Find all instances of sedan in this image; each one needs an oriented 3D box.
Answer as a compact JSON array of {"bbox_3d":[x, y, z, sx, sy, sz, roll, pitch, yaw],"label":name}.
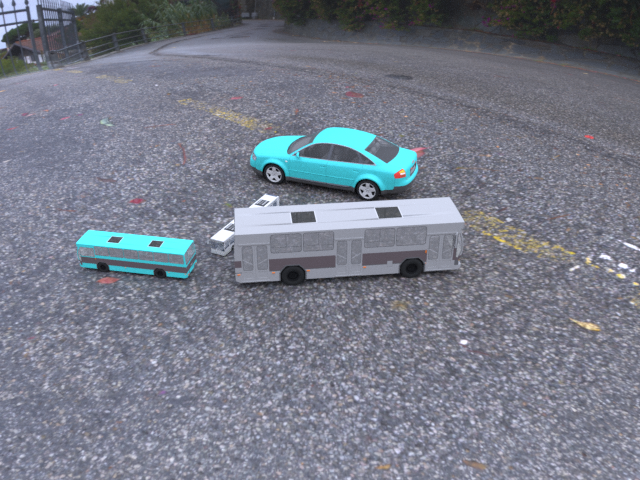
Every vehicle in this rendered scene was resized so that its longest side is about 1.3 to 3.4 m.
[{"bbox_3d":[0.217,-1.518,12.751,3.137,0.940,1.235,11,32,18],"label":"sedan"}]

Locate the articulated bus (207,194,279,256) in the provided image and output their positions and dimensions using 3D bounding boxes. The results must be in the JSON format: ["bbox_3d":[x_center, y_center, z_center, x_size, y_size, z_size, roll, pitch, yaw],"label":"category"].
[{"bbox_3d":[-1.185,-0.271,11.269,0.311,0.289,1.749,14,33,22],"label":"articulated bus"}]

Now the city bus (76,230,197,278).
[{"bbox_3d":[-2.681,0.222,10.260,1.674,0.460,0.476,6,31,9],"label":"city bus"}]

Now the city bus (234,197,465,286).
[{"bbox_3d":[0.386,0.026,10.164,3.255,0.894,0.926,-3,31,-6],"label":"city bus"}]
